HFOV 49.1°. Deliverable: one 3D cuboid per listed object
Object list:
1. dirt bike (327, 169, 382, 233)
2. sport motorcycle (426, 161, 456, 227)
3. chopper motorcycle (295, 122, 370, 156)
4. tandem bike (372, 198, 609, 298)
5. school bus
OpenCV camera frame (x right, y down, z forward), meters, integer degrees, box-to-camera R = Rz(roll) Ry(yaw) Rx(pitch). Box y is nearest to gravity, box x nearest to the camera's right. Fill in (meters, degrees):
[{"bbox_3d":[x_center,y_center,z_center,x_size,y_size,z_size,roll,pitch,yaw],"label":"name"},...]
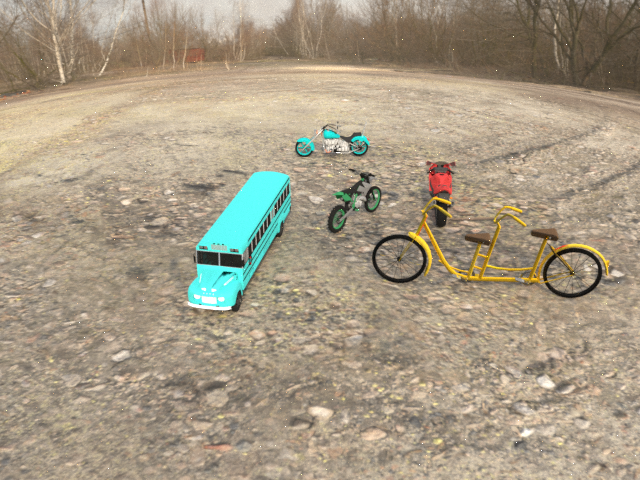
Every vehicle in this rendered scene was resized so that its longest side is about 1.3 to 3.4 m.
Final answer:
[{"bbox_3d":[0.598,-0.701,11.735,0.527,0.857,1.493,19,32,34],"label":"dirt bike"},{"bbox_3d":[2.073,-0.829,12.032,0.506,0.821,1.520,3,27,5],"label":"sport motorcycle"},{"bbox_3d":[0.259,-2.113,14.672,1.563,0.761,0.466,1,27,1],"label":"chopper motorcycle"},{"bbox_3d":[2.308,0.122,9.561,3.192,1.326,0.550,4,27,9],"label":"tandem bike"},{"bbox_3d":[-1.136,-0.061,10.468,0.709,0.844,3.322,5,27,10],"label":"school bus"}]
